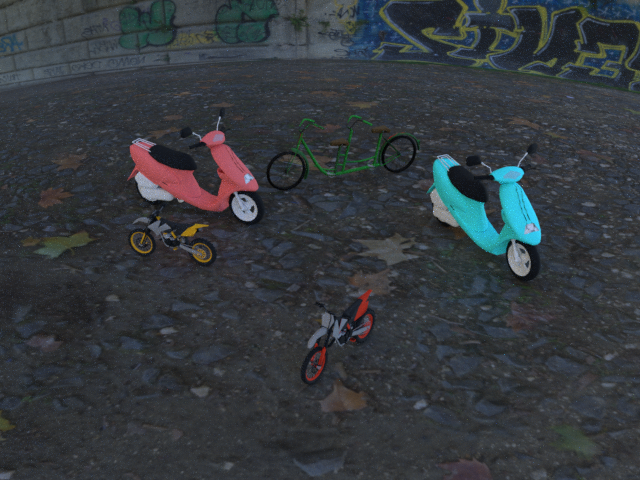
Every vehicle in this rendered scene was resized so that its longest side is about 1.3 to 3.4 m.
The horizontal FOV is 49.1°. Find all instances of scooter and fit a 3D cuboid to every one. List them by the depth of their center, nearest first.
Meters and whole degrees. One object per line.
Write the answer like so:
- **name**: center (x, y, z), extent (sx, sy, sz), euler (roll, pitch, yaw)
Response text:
- **scooter**: center (2.517, -0.656, 10.785), extent (1.288, 1.786, 2.721), euler (-13, 31, -23)
- **scooter**: center (-2.169, -1.261, 11.902), extent (2.721, 1.786, 1.288), euler (12, 31, 21)

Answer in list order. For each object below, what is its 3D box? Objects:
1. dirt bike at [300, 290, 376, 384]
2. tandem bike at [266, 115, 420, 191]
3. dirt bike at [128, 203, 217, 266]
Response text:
- **dirt bike**: center (0.253, 1.117, 8.490), extent (0.527, 0.857, 1.493), euler (20, 34, 32)
- **tandem bike**: center (0.498, -1.724, 13.239), extent (3.192, 1.326, 0.550), euler (-11, 30, -19)
- **dirt bike**: center (-2.278, -0.056, 10.654), extent (1.493, 0.857, 0.527), euler (8, 30, 15)
